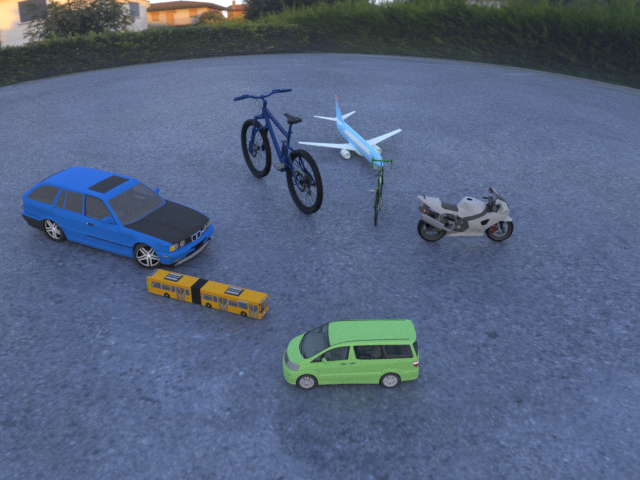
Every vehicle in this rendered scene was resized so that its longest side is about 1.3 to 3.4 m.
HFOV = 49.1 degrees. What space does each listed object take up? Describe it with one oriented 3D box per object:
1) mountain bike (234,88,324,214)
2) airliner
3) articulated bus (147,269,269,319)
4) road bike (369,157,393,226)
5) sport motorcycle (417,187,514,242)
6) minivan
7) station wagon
[{"bbox_3d":[-0.719,-1.589,12.106,1.114,1.688,2.857,-16,33,-27],"label":"mountain bike"},{"bbox_3d":[0.732,-2.169,14.051,2.257,0.835,2.541,-10,30,-17],"label":"airliner"},{"bbox_3d":[-1.509,0.713,9.358,1.749,0.289,0.311,11,31,19],"label":"articulated bus"},{"bbox_3d":[0.987,-0.859,11.643,0.358,0.852,1.545,4,29,8],"label":"road bike"},{"bbox_3d":[2.234,-0.349,10.743,1.520,0.821,0.506,0,29,0],"label":"sport motorcycle"},{"bbox_3d":[0.346,1.274,7.993,1.548,0.616,0.681,-1,29,-1],"label":"minivan"},{"bbox_3d":[-3.141,-0.441,10.809,3.105,0.920,1.327,14,32,24],"label":"station wagon"}]
